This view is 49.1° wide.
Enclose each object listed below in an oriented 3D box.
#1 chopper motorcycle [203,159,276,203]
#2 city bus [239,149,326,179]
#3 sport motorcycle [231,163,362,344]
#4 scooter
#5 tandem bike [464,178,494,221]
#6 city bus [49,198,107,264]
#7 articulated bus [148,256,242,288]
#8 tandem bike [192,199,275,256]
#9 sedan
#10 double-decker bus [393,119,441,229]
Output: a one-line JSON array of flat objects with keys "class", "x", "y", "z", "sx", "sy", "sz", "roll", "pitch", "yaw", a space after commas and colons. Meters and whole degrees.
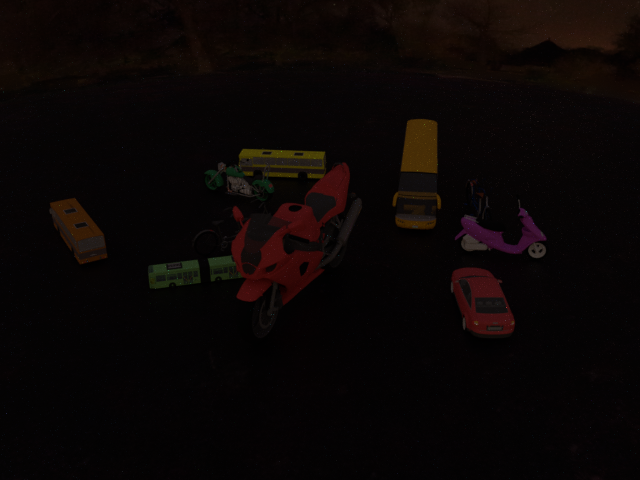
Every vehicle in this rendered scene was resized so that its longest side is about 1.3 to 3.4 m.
[{"class": "chopper motorcycle", "x": -1.498, "y": -1.130, "z": 12.701, "sx": 1.563, "sy": 0.761, "sz": 0.466, "roll": 15, "pitch": 30, "yaw": 28}, {"class": "city bus", "x": -0.732, "y": -1.480, "z": 13.756, "sx": 1.674, "sy": 0.460, "sz": 0.476, "roll": 3, "pitch": 26, "yaw": 5}, {"class": "sport motorcycle", "x": -0.289, "y": 0.096, "z": 9.257, "sx": 0.983, "sy": 1.596, "sz": 2.955, "roll": 12, "pitch": 29, "yaw": 23}, {"class": "scooter", "x": 2.769, "y": -0.169, "z": 10.565, "sx": 1.399, "sy": 0.919, "sz": 0.662, "roll": 6, "pitch": 27, "yaw": 12}, {"class": "tandem bike", "x": 2.713, "y": -0.717, "z": 11.951, "sx": 0.283, "sy": 0.682, "sz": 1.642, "roll": -1, "pitch": 26, "yaw": -3}, {"class": "city bus", "x": -3.816, "y": -0.141, "z": 11.028, "sx": 0.476, "sy": 0.460, "sz": 1.674, "roll": -15, "pitch": 30, "yaw": -28}, {"class": "articulated bus", "x": -1.565, "y": 0.430, "z": 10.060, "sx": 1.749, "sy": 0.289, "sz": 0.311, "roll": -7, "pitch": 27, "yaw": -14}, {"class": "tandem bike", "x": -1.256, "y": -0.218, "z": 10.934, "sx": 1.642, "sy": 0.682, "sz": 0.283, "roll": -17, "pitch": 31, "yaw": -30}, {"class": "sedan", "x": 2.122, "y": 0.735, "z": 9.218, "sx": 0.635, "sy": 0.483, "sz": 1.613, "roll": 0, "pitch": 26, "yaw": 0}, {"class": "double-decker bus", "x": 1.774, "y": -1.219, "z": 12.553, "sx": 0.756, "sy": 1.052, "sz": 3.251, "roll": 4, "pitch": 26, "yaw": 8}]
